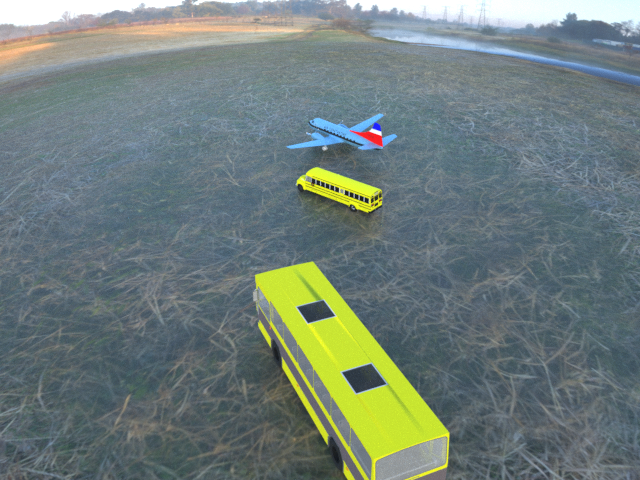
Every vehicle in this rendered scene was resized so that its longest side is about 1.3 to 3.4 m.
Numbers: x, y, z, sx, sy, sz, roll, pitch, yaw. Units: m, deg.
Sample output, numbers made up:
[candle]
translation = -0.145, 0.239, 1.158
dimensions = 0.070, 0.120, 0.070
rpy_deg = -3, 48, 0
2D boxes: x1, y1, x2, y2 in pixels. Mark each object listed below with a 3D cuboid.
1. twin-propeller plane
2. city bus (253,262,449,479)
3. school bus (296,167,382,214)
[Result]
[twin-propeller plane]
translation = 0.485, -2.212, 14.078
dimensions = 2.663, 0.792, 2.129
rpy_deg = -25, 39, -36
[city bus]
translation = 0.193, 1.475, 7.733
dimensions = 0.926, 0.894, 3.255
rpy_deg = -12, 33, -20
[school bus]
translation = 0.296, -0.891, 12.192
dimensions = 1.708, 0.434, 0.365
rpy_deg = 23, 38, 33
